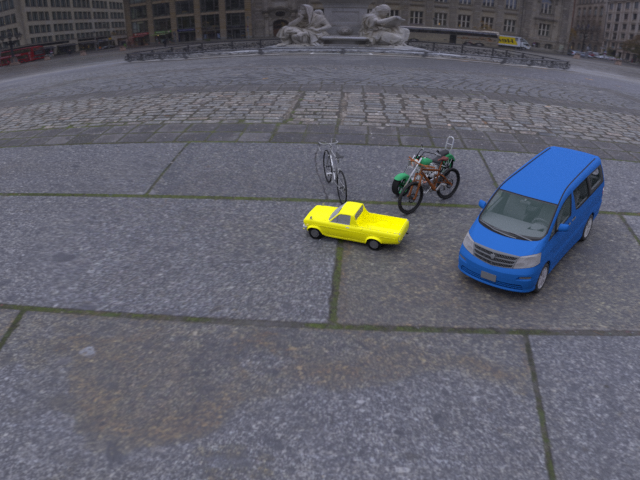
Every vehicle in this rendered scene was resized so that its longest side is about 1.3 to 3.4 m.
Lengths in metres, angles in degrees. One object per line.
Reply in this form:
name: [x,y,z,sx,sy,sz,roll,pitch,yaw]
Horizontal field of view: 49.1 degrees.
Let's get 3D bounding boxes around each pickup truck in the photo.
pickup truck: [0.551,-0.270,10.811,1.603,0.511,0.640,11,31,18]

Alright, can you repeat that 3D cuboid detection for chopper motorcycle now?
chopper motorcycle: [1.855,-1.311,12.423,1.563,0.761,0.466,-24,37,-36]

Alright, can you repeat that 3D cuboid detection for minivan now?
minivan: [3.168,-0.366,10.277,1.324,1.197,3.011,20,35,32]

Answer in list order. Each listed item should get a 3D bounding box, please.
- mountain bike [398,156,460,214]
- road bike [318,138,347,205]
mountain bike: [1.847,-0.968,11.697,1.469,0.868,0.573,-21,36,-33]
road bike: [0.253,-1.216,12.159,0.358,0.852,1.545,-7,30,-12]
